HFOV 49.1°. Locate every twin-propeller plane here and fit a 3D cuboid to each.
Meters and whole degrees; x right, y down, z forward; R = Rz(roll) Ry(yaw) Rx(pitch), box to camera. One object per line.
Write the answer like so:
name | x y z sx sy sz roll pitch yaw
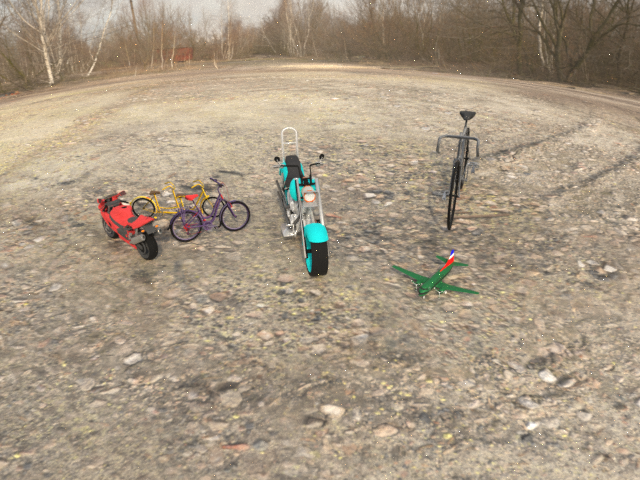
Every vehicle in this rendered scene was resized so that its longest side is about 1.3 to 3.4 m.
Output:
twin-propeller plane | 1.691 0.499 10.071 1.370 0.407 1.095 18 32 31

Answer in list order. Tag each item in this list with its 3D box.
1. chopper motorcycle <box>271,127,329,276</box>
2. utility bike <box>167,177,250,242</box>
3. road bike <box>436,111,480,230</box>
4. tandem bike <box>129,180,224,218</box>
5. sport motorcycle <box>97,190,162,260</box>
chopper motorcycle | -0.285 -0.683 11.205 0.906 1.480 3.040 -5 28 -10
utility bike | -1.839 -0.508 11.449 1.435 0.946 0.535 -13 30 -24
road bike | 2.476 -1.361 12.338 0.697 1.656 3.004 7 28 14
tandem bike | -2.473 -0.685 12.086 1.642 0.682 0.283 -1 27 -2
sport motorcycle | -3.033 -0.232 11.046 1.520 0.821 0.506 24 36 39
